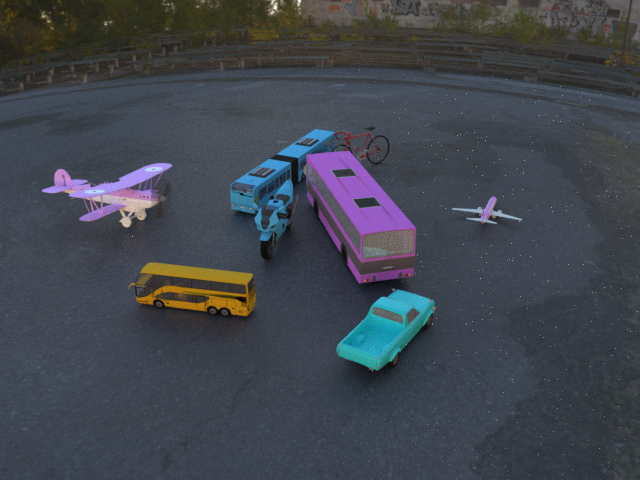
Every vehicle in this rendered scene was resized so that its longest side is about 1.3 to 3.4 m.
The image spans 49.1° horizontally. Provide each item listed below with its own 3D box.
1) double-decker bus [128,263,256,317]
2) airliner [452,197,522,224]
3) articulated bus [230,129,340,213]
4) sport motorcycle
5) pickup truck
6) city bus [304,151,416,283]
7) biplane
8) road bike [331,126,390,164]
[{"bbox_3d":[-1.682,0.649,9.276,1.672,0.541,0.389,6,27,11],"label":"double-decker bus"},{"bbox_3d":[2.851,-0.580,11.829,1.161,0.429,1.307,10,29,20],"label":"airliner"},{"bbox_3d":[-0.593,-1.364,13.235,0.605,0.561,3.401,12,29,22],"label":"articulated bus"},{"bbox_3d":[-0.671,-0.334,10.910,0.506,0.821,1.520,6,27,12],"label":"sport motorcycle"},{"bbox_3d":[0.841,1.036,8.545,0.640,0.511,1.603,16,31,28],"label":"pickup truck"},{"bbox_3d":[0.536,-0.426,11.010,0.926,0.894,3.255,-7,28,-13],"label":"city bus"},{"bbox_3d":[-3.479,-0.790,11.635,2.120,0.981,2.598,8,28,16],"label":"biplane"},{"bbox_3d":[0.783,-1.806,13.787,1.545,0.852,0.358,-18,32,-31],"label":"road bike"}]
